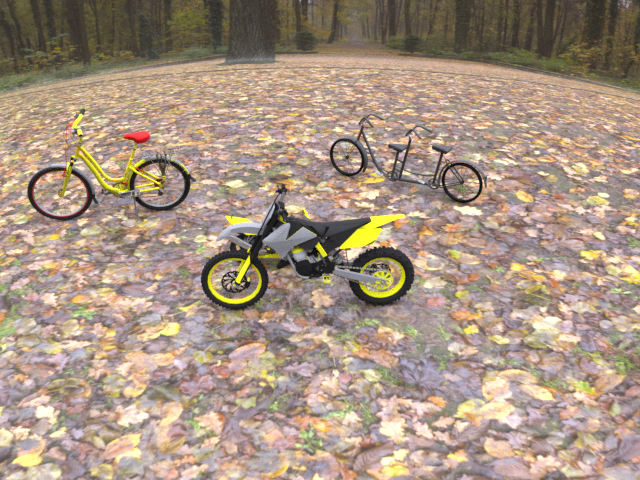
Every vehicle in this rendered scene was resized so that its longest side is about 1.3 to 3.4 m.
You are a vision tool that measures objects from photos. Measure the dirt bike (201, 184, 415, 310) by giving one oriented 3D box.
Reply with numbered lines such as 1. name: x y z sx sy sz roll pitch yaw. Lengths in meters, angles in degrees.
1. dirt bike: -0.156 0.199 9.327 2.903 1.666 1.024 -2 28 -3

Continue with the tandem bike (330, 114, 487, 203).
1. tandem bike: 1.561 -1.543 12.910 3.192 1.326 0.550 16 32 27

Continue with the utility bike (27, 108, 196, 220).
1. utility bike: -3.496 -1.180 11.696 2.791 1.839 1.039 -7 29 -12

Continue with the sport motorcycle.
1. sport motorcycle: -0.657 -0.012 10.606 1.520 0.821 0.506 2 28 4
